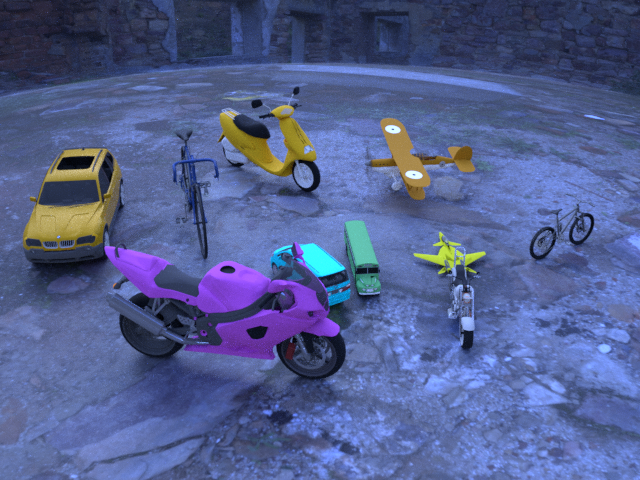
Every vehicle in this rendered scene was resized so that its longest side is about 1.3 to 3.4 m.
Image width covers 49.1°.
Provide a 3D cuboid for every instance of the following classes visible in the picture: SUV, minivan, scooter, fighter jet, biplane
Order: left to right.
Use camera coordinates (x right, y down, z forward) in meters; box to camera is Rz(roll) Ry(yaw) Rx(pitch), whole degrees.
[{"bbox_3d":[-4.083,-0.664,11.753,1.276,1.128,3.058,-3,28,-6],"label":"SUV"},{"bbox_3d":[-1.048,-2.050,13.646,2.721,1.786,1.288,22,35,35],"label":"scooter"},{"bbox_3d":[-0.176,0.417,10.275,0.681,0.616,1.548,-16,32,-27],"label":"minivan"},{"bbox_3d":[1.897,-1.469,13.415,2.120,0.981,2.598,-4,28,-7],"label":"biplane"},{"bbox_3d":[2.059,0.109,11.200,1.147,0.286,1.358,-1,28,-3],"label":"fighter jet"}]

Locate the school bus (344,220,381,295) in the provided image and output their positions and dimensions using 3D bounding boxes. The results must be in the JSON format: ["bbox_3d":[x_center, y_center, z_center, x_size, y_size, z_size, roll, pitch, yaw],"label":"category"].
[{"bbox_3d":[0.640,0.263,10.754,0.365,0.434,1.708,-3,28,-5],"label":"school bus"}]

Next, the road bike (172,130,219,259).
[{"bbox_3d":[-2.131,-0.908,11.650,0.696,1.656,3.004,-8,29,-14],"label":"road bike"}]

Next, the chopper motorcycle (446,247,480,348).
[{"bbox_3d":[1.936,0.759,9.480,0.466,0.761,1.563,2,28,4],"label":"chopper motorcycle"}]

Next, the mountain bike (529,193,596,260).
[{"bbox_3d":[3.899,-0.202,11.164,1.469,0.868,0.573,-17,32,-28],"label":"mountain bike"}]

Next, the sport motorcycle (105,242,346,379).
[{"bbox_3d":[-1.133,0.857,8.411,2.955,1.596,0.983,6,29,12],"label":"sport motorcycle"}]
